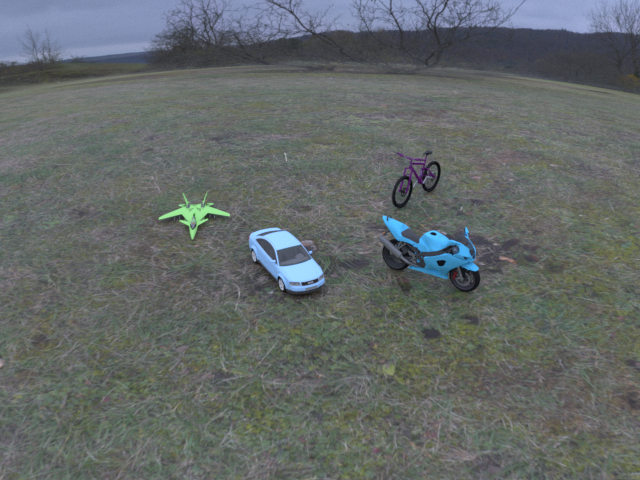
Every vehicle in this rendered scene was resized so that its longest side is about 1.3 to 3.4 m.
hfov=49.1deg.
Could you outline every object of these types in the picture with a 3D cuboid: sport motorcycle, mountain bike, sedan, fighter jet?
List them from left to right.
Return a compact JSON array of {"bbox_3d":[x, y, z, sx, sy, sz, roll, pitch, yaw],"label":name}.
[{"bbox_3d":[-2.039,-0.395,11.325,1.147,0.286,1.358,-3,27,-6],"label":"fighter jet"},{"bbox_3d":[-0.488,0.230,9.881,0.635,0.483,1.613,-13,30,-25],"label":"sedan"},{"bbox_3d":[1.688,-1.111,12.090,0.573,0.868,1.469,21,34,35],"label":"mountain bike"},{"bbox_3d":[1.505,0.178,9.611,1.520,0.821,0.506,18,32,31],"label":"sport motorcycle"}]
